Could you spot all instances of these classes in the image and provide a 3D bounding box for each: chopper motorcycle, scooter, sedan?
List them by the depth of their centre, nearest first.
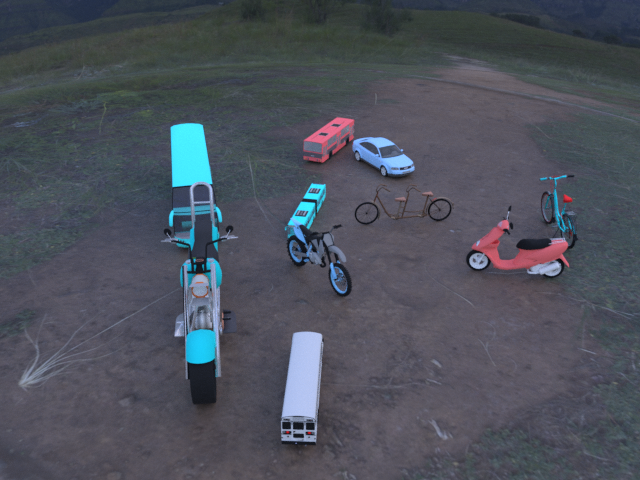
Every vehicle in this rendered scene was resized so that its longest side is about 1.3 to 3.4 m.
[{"bbox_3d":[-1.392,0.513,8.275,0.906,1.480,3.040,-3,27,-7],"label":"chopper motorcycle"},{"bbox_3d":[2.773,0.074,9.741,1.399,0.919,0.662,5,28,10],"label":"scooter"},{"bbox_3d":[1.222,-1.670,13.605,0.635,0.483,1.613,-14,30,-25],"label":"sedan"}]

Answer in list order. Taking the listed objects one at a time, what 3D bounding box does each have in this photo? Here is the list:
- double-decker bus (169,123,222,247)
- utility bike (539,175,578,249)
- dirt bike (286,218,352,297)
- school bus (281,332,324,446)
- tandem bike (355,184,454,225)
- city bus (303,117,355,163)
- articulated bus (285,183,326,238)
[{"bbox_3d":[-2.119,-0.953,11.591,0.756,1.052,3.251,-5,28,-10],"label":"double-decker bus"},{"bbox_3d":[3.657,-0.492,10.811,0.535,0.946,1.435,-2,27,-4],"label":"utility bike"},{"bbox_3d":[-0.024,0.171,9.620,0.527,0.857,1.493,-18,32,-31],"label":"dirt bike"},{"bbox_3d":[-0.168,1.490,7.519,0.365,0.434,1.708,1,27,2],"label":"school bus"},{"bbox_3d":[1.371,-0.584,11.278,1.642,0.682,0.283,-3,27,-6],"label":"tandem bike"},{"bbox_3d":[0.204,-2.044,14.357,0.476,0.460,1.674,12,30,22],"label":"city bus"},{"bbox_3d":[-0.204,-0.490,11.524,0.311,0.289,1.749,6,28,11],"label":"articulated bus"}]
